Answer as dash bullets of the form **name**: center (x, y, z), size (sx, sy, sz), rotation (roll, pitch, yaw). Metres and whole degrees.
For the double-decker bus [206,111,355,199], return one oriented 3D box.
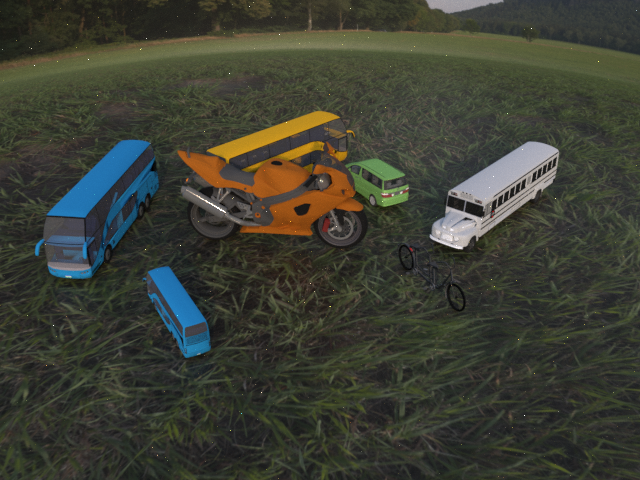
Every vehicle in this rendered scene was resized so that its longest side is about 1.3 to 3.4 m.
- **double-decker bus**: center (-0.689, -1.579, 13.059), size (0.756, 1.052, 3.251), rotation (25, 38, 36)

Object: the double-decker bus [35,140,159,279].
- **double-decker bus**: center (-3.442, -0.549, 11.241), size (0.756, 1.052, 3.251), rotation (4, 30, 6)

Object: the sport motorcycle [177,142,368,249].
- **sport motorcycle**: center (-0.718, -0.652, 10.870), size (2.955, 1.596, 0.983), rotation (4, 30, 7)

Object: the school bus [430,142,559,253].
- **school bus**: center (3.008, -0.786, 11.869), size (0.709, 0.844, 3.322), rotation (23, 37, 34)

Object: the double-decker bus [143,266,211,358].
- **double-decker bus**: center (-1.900, 0.894, 9.212), size (0.389, 0.541, 1.672), rotation (-15, 33, -25)

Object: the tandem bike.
- **tandem bike**: center (1.568, 0.393, 9.954), size (0.283, 0.682, 1.642), rotation (-15, 33, -24)

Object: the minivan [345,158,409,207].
- **minivan**: center (0.953, -1.124, 12.698), size (0.681, 0.616, 1.548), rotation (-16, 33, -26)
